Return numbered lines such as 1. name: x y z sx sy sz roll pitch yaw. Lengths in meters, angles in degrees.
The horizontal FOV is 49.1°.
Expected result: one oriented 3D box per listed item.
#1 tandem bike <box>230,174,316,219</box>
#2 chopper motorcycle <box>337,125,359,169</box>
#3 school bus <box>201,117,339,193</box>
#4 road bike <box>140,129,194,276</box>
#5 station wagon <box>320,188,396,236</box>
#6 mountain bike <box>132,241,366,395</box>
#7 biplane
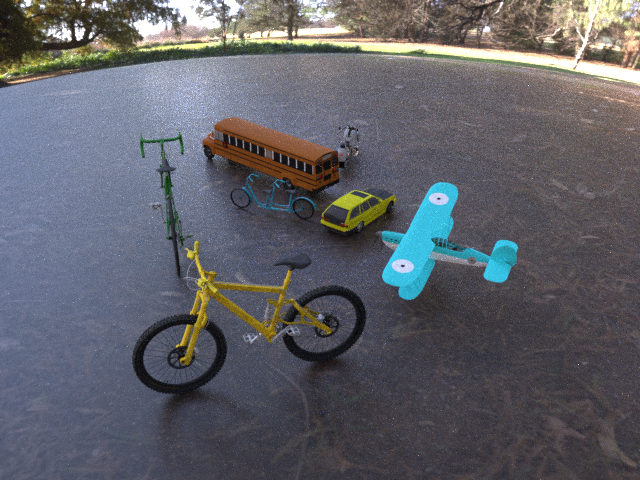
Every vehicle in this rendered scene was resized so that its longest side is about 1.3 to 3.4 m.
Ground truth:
1. tandem bike: -0.835 -0.761 12.204 1.642 0.682 0.283 10 31 18
2. chopper motorcycle: 0.598 -2.018 14.346 0.466 0.761 1.563 7 30 12
3. school bus: -1.085 -1.728 13.749 3.322 0.844 0.709 24 37 36
4. road bike: -2.400 -0.693 11.093 0.697 1.656 3.004 -7 30 -12
5. station wagon: 0.702 -0.593 12.118 0.682 0.473 1.597 21 36 32
6. mountain bike: -0.780 0.919 8.210 2.857 1.688 1.114 -10 31 -17
7. biplane: 1.793 0.162 10.267 2.120 0.981 2.598 13 32 21
